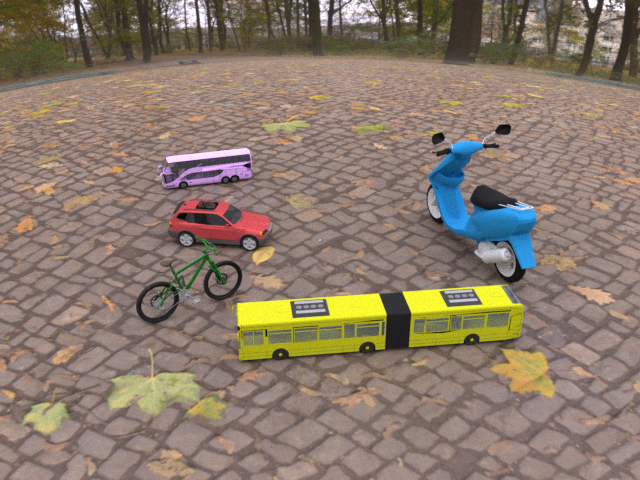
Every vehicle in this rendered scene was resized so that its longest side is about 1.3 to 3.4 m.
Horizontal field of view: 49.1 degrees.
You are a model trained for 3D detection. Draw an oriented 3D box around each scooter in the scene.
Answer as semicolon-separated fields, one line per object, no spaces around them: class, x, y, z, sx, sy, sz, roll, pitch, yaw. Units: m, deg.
scooter;2.261;-0.647;10.050;1.288;1.786;2.721;-10;29;-18

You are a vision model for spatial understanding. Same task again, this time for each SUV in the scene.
SUV;-1.510;-0.262;10.615;1.572;0.580;0.656;4;28;7

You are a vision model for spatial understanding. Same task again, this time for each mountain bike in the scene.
mountain bike;-1.635;0.513;8.832;1.469;0.868;0.573;-18;33;-31

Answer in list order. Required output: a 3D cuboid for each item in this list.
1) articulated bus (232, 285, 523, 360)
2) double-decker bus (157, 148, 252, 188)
articulated bus;0.682;0.966;8.301;3.401;0.561;0.605;-3;28;-6
double-decker bus;-2.059;-1.282;12.593;1.672;0.541;0.389;-8;29;-16
